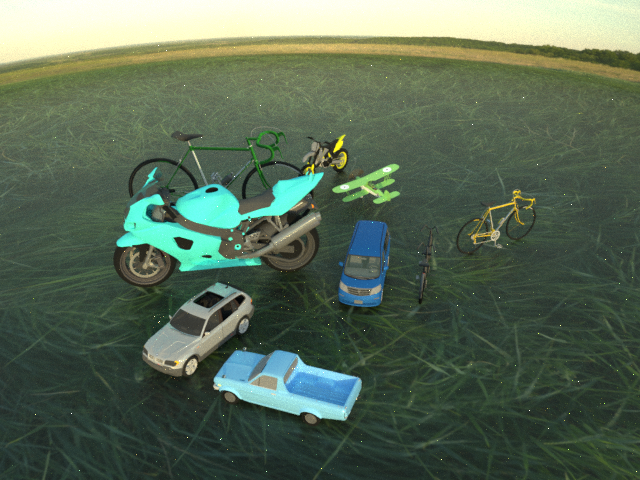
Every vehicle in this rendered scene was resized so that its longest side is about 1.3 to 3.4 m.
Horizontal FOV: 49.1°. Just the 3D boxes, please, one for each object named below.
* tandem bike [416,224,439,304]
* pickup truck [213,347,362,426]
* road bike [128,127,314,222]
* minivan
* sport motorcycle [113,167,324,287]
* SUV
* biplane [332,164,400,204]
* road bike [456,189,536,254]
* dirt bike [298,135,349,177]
[{"bbox_3d":[1.503,0.270,9.883,0.283,0.682,1.642,6,29,11],"label":"tandem bike"},{"bbox_3d":[-0.365,1.562,7.715,1.603,0.511,0.640,10,30,18],"label":"pickup truck"},{"bbox_3d":[-1.598,-0.972,11.130,3.004,1.656,0.697,2,29,3],"label":"road bike"},{"bbox_3d":[0.646,0.315,9.870,0.681,0.616,1.548,5,29,9],"label":"minivan"},{"bbox_3d":[-1.395,-0.161,9.720,2.955,1.596,0.983,-6,29,-11],"label":"sport motorcycle"},{"bbox_3d":[-1.470,1.045,8.583,0.656,0.580,1.572,18,33,29],"label":"SUV"},{"bbox_3d":[0.890,-0.886,12.166,1.336,0.504,1.090,-16,33,-26],"label":"biplane"},{"bbox_3d":[2.723,-0.275,10.698,1.545,0.852,0.358,-14,32,-24],"label":"road bike"},{"bbox_3d":[0.081,-1.500,12.915,0.527,0.857,1.493,21,35,33],"label":"dirt bike"}]
